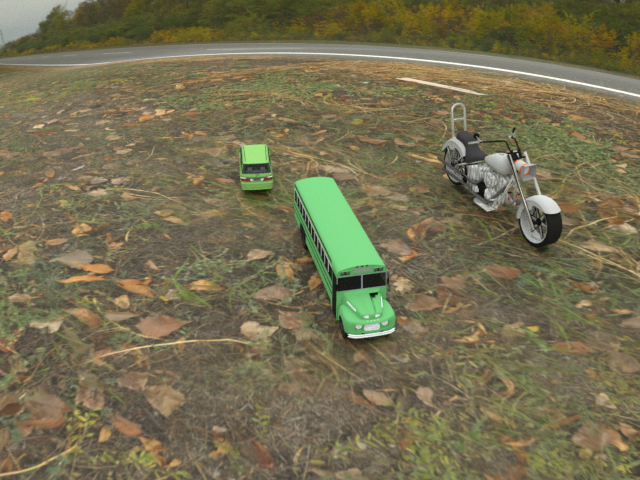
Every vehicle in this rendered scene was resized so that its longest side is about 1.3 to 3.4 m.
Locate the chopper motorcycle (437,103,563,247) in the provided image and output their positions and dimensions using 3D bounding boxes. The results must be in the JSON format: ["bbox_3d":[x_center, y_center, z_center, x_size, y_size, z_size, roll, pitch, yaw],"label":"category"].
[{"bbox_3d":[2.912,-1.117,11.428,0.906,1.480,3.040,-12,31,-19],"label":"chopper motorcycle"}]

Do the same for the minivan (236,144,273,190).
[{"bbox_3d":[-1.185,-1.421,12.844,0.681,0.616,1.548,-3,30,-6],"label":"minivan"}]

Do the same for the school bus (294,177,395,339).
[{"bbox_3d":[0.275,0.154,9.822,0.709,0.844,3.322,-7,30,-11],"label":"school bus"}]
